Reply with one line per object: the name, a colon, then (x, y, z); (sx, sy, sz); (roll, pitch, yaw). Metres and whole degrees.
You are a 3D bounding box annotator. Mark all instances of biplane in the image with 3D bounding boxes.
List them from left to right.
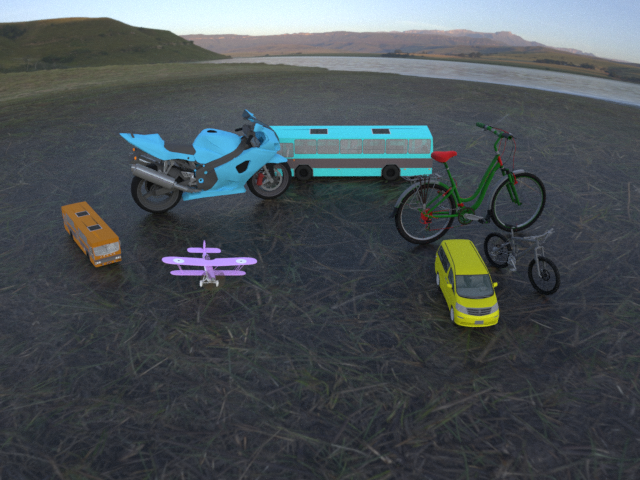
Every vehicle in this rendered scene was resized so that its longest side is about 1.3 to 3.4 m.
biplane: (-1.606, 0.350, 10.182); (1.336, 0.504, 1.090); (-7, 27, -14)

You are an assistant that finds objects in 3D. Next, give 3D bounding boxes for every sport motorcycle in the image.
sport motorcycle: (-1.933, -1.343, 12.378); (2.955, 1.596, 0.983); (-8, 27, -16)

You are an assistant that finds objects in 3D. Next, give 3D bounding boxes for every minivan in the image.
minivan: (2.003, 0.573, 9.606); (0.681, 0.616, 1.548); (-1, 26, -3)

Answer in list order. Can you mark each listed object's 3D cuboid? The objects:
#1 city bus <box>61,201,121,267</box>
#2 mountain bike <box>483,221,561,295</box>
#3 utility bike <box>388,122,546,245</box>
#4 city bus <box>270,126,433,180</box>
city bus: (-3.651, -0.096, 11.137); (0.476, 0.460, 1.674); (-16, 31, -30)
mountain bike: (2.899, 0.192, 10.091); (0.573, 0.868, 1.469); (-15, 30, -27)
utility bike: (2.386, -0.912, 11.232); (2.791, 1.839, 1.039); (-7, 27, -14)
city bus: (0.572, -1.740, 13.974); (3.255, 0.894, 0.926); (0, 26, 0)
